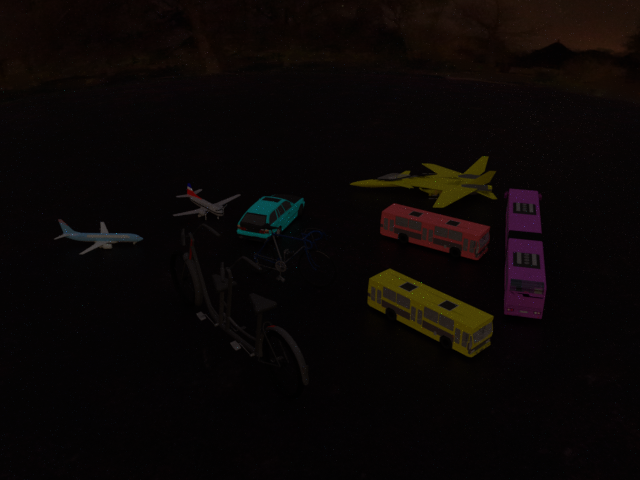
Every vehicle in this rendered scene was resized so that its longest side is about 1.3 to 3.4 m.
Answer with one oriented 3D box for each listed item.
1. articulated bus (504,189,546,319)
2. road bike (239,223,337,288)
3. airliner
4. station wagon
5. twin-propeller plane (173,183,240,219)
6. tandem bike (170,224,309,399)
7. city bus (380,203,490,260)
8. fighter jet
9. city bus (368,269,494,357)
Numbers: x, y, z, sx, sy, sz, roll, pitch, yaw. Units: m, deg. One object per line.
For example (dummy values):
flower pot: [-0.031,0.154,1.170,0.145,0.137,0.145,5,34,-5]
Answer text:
articulated bus: [3.019,0.083,10.391,0.605,0.561,3.401,6,27,12]
road bike: [-0.469,0.191,9.838,1.545,0.852,0.358,11,28,22]
airliner: [-3.441,-0.126,10.974,1.307,0.429,1.161,0,26,0]
station wagon: [-0.783,-0.469,11.630,0.682,0.473,1.597,10,27,19]
twin-propeller plane: [-1.998,-0.665,12.109,1.370,0.407,1.095,-22,33,-37]
tandem bike: [-1.079,0.695,8.255,0.550,1.326,3.192,-18,31,-32]
city bus: [1.776,-0.124,10.934,1.674,0.460,0.476,16,30,30]
fighter jet: [1.876,-1.172,12.983,2.640,0.557,2.229,1,26,2]
city bus: [1.350,0.905,8.813,0.476,0.460,1.674,-22,34,-38]
